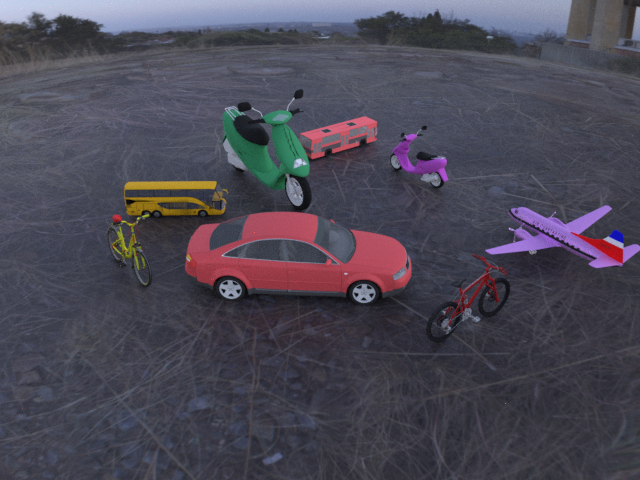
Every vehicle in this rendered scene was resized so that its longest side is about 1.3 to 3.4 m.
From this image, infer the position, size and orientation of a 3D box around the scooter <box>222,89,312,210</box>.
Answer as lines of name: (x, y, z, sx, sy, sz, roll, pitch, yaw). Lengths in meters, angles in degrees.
scooter: (-0.978, -1.718, 12.148, 1.288, 1.786, 2.721, -20, 36, -31)

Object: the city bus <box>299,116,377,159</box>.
city bus: (0.383, -2.040, 14.036, 1.674, 0.460, 0.476, -20, 36, -31)

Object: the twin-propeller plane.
twin-propeller plane: (3.608, -0.148, 10.416, 2.663, 0.792, 2.129, -18, 34, -28)

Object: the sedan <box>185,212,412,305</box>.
sedan: (-0.294, 0.171, 9.712, 3.137, 0.940, 1.235, 2, 30, 3)

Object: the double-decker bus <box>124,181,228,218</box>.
double-decker bus: (-2.371, -0.681, 11.593, 1.672, 0.541, 0.389, -1, 30, -1)

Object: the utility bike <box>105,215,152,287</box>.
utility bike: (-2.707, 0.030, 9.952, 0.535, 0.946, 1.435, -22, 36, -33)

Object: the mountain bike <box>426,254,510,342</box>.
mountain bike: (1.897, 0.746, 8.786, 1.469, 0.868, 0.573, -20, 35, -30)

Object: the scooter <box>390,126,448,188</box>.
scooter: (1.787, -1.526, 12.683, 0.662, 0.919, 1.399, -22, 37, -33)
